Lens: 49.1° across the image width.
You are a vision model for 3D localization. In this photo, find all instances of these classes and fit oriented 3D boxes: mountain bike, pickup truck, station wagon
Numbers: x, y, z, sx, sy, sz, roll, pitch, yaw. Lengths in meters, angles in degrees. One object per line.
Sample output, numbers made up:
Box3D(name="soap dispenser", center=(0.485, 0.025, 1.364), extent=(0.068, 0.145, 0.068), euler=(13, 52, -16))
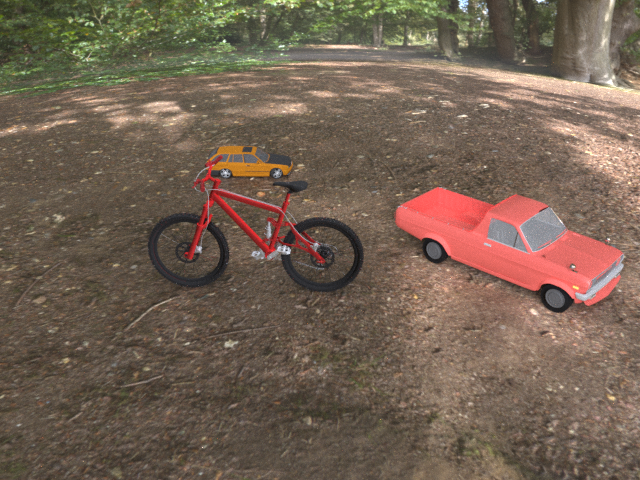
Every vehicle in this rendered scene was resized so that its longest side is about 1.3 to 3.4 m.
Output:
Box3D(name="mountain bike", center=(-0.855, -0.097, 9.070), extent=(2.857, 1.688, 1.114), euler=(2, 27, 4))
Box3D(name="pickup truck", center=(2.562, -0.067, 9.769), extent=(3.117, 0.993, 1.244), euler=(24, 36, 38))
Box3D(name="station wagon", center=(-1.306, -1.473, 13.060), extent=(1.597, 0.473, 0.682), euler=(1, 27, 1))
